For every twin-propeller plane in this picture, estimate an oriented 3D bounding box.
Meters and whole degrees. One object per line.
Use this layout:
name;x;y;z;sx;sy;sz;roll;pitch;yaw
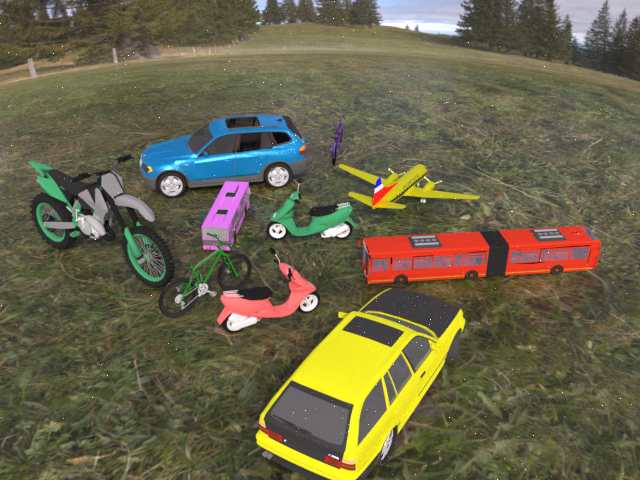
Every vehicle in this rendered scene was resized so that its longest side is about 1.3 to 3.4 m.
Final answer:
twin-propeller plane;1.392;-1.003;11.986;2.663;0.792;2.129;16;33;27

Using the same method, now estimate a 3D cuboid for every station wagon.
station wagon;0.598;1.319;7.656;1.327;0.920;3.105;16;33;27

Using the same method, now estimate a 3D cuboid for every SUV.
SUV;-1.737;-1.604;12.725;3.058;1.128;1.276;-6;30;-11

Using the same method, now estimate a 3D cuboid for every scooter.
scooter;-0.136;-0.416;10.794;1.399;0.919;0.662;-1;29;-1
scooter;-0.635;0.665;8.840;1.399;0.919;0.662;-13;31;-22

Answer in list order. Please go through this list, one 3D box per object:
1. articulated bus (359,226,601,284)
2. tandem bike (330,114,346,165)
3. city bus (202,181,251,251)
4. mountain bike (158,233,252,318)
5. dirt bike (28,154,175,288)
articulated bus;2.278;0.206;10.039;3.401;0.561;0.605;-3;29;-6
tandem bike;0.352;-2.060;14.011;0.283;0.682;1.642;4;29;6
city bus;-1.481;-0.388;11.217;0.476;0.460;1.674;3;29;5
mountain bike;-1.501;0.465;9.253;1.469;0.868;0.573;-24;37;-36
dirt bike;-3.183;-0.357;9.914;2.903;1.666;1.024;18;33;29
